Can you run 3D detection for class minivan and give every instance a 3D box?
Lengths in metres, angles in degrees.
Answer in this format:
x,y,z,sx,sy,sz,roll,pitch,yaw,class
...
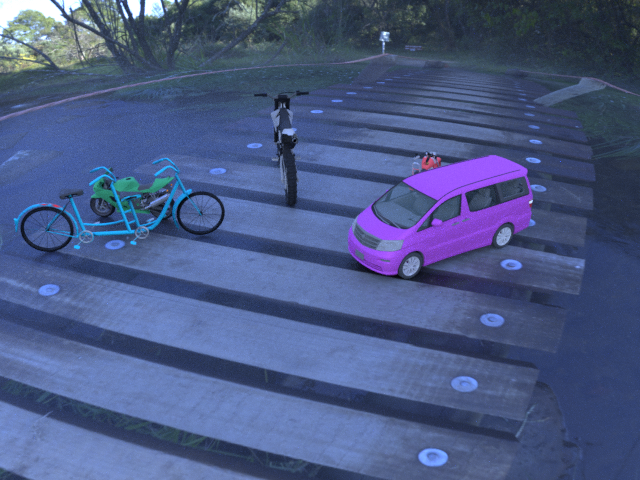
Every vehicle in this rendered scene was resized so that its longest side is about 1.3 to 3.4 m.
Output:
x,y,z,sx,sy,sz,roll,pitch,yaw,class
1.869,-0.418,10.809,3.011,1.197,1.324,-16,31,-27,minivan

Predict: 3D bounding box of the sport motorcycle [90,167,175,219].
x,y,z,sx,sy,sz,roll,pitch,yaw,class
-3.175,-0.750,11.849,1.520,0.821,0.506,2,28,4,sport motorcycle

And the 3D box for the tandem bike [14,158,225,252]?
x,y,z,sx,sy,sz,roll,pitch,yaw,class
-3.094,-0.533,10.891,3.192,1.326,0.550,-6,28,-12,tandem bike

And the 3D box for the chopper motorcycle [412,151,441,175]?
x,y,z,sx,sy,sz,roll,pitch,yaw,class
1.981,-1.311,12.987,0.466,0.761,1.563,12,30,22,chopper motorcycle

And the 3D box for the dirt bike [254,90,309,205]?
x,y,z,sx,sy,sz,roll,pitch,yaw,class
-0.671,-1.864,13.068,1.024,1.666,2.903,-3,28,-7,dirt bike
